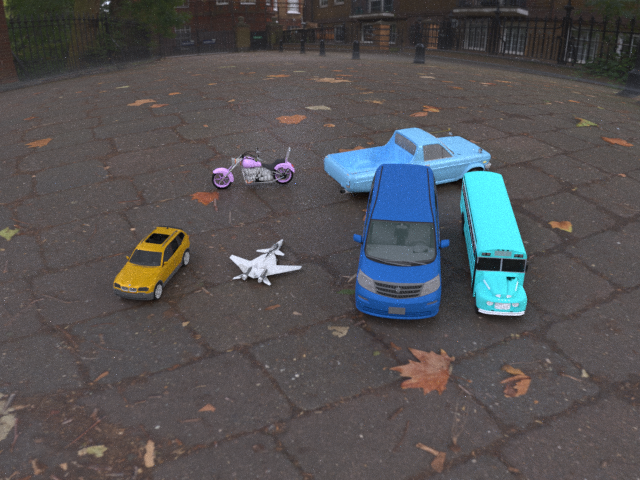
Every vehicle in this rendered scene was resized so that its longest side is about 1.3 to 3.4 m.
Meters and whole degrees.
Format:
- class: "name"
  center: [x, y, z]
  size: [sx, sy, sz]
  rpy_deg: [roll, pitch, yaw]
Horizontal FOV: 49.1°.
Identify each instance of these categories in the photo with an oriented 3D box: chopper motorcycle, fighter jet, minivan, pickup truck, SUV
- class: "chopper motorcycle"
  center: [-1.256, -1.351, 13.124]
  size: [1.563, 0.761, 0.466]
  rpy_deg: [-4, 29, -7]
- class: "fighter jet"
  center: [-0.801, 0.223, 10.709]
  size: [1.147, 0.286, 1.358]
  rpy_deg: [8, 30, 15]
- class: "minivan"
  center: [1.190, -0.061, 10.277]
  size: [1.324, 1.197, 3.011]
  rpy_deg: [3, 29, 6]
- class: "pickup truck"
  center: [1.668, -1.506, 13.166]
  size: [3.117, 0.993, 1.244]
  rpy_deg: [-12, 30, -20]
- class: "SUV"
  center: [-2.436, 0.306, 10.247]
  size: [0.656, 0.580, 1.572]
  rpy_deg: [7, 29, 12]

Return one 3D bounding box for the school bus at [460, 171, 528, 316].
- class: "school bus"
  center: [2.583, -0.024, 10.579]
  size: [0.709, 0.844, 3.322]
  rpy_deg: [3, 29, 5]
